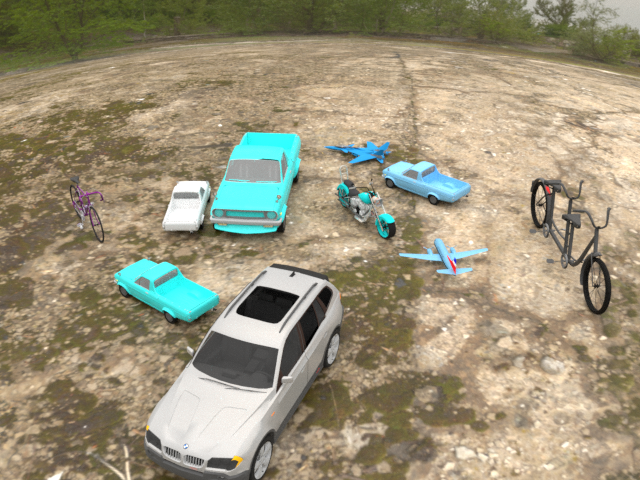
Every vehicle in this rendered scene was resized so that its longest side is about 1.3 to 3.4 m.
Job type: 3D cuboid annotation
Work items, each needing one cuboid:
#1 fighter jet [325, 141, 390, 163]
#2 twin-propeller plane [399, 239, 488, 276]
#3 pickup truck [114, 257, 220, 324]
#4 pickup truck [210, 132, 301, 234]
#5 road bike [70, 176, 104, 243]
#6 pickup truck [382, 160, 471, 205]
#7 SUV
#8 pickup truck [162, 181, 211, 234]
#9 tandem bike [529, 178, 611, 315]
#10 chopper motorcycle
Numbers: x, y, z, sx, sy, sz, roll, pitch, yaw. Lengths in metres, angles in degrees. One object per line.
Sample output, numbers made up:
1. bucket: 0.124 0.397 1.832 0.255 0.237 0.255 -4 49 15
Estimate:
1. fighter jet: 0.706 -1.846 14.034 1.358 0.286 1.147 11 33 19
2. twin-propeller plane: 1.878 0.203 10.460 1.370 0.407 1.095 -3 31 -6
3. pickup truck: -2.127 0.647 9.611 1.603 0.511 0.640 22 37 32
4. pickup truck: -1.049 -1.161 12.187 1.244 0.993 3.117 3 31 4
5. road bike: -3.790 -0.548 11.291 0.358 0.852 1.545 -20 36 -30
6. pickup truck: 1.884 -1.080 12.522 1.603 0.511 0.640 25 39 36
7. SUV: -0.731 1.345 7.828 1.276 1.128 3.058 12 33 20
8. pickup truck: -2.222 -0.615 11.738 0.640 0.511 1.603 0 31 -1
9. tandem bike: 3.651 -0.229 10.289 0.550 1.326 3.192 -1 31 -2
10. chopper motorcycle: 0.748 -0.633 11.523 0.466 0.761 1.563 -17 35 -26
